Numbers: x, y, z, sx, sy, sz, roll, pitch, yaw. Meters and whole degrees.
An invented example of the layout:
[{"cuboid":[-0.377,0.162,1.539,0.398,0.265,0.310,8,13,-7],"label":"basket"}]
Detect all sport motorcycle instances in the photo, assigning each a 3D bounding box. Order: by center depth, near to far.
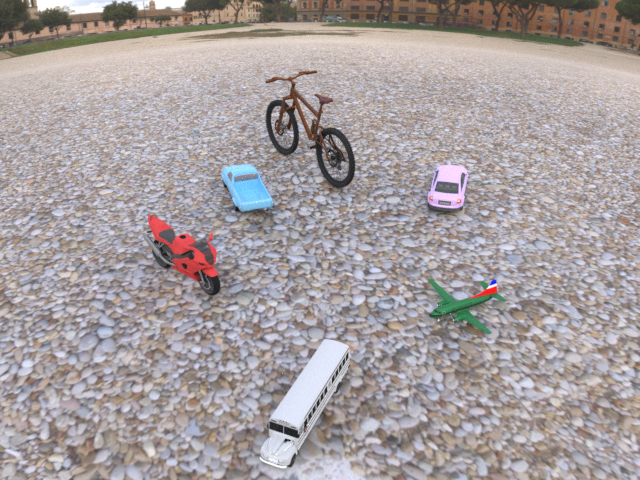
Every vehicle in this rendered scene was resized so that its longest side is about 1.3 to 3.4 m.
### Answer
[{"cuboid":[-1.934,0.207,9.915,1.520,0.821,0.506,26,39,36],"label":"sport motorcycle"}]

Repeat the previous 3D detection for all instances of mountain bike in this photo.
[{"cuboid":[-0.234,-2.096,12.951,1.114,1.688,2.857,-20,36,-29],"label":"mountain bike"}]

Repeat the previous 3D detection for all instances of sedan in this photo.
[{"cuboid":[2.260,-0.993,12.270,0.635,0.483,1.613,7,31,12],"label":"sedan"}]

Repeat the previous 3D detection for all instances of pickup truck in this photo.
[{"cuboid":[-1.288,-0.956,12.181,0.640,0.511,1.603,-10,32,-16],"label":"pickup truck"}]

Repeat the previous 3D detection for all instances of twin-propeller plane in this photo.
[{"cuboid":[1.917,0.813,9.298,1.095,0.407,1.370,-14,33,-22],"label":"twin-propeller plane"}]

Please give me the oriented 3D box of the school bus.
[{"cuboid":[-0.142,1.760,7.673,0.365,0.434,1.708,13,33,20],"label":"school bus"}]
